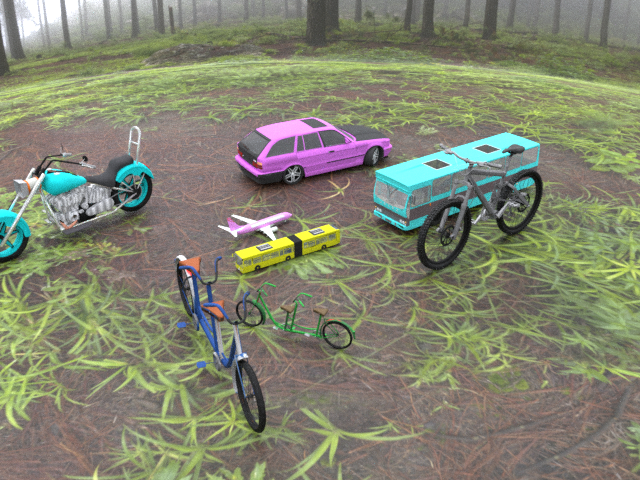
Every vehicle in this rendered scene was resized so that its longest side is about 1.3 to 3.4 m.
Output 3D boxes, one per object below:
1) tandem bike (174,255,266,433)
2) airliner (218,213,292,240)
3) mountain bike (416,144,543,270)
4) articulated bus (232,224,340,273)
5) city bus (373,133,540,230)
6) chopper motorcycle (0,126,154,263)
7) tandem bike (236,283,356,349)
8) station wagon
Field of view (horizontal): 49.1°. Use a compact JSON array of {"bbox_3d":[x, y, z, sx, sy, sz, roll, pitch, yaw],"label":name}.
[{"bbox_3d":[-1.240,0.871,8.096,0.550,1.326,3.192,-13,30,-22],"label":"tandem bike"},{"bbox_3d":[-0.970,-0.336,11.339,1.307,0.429,1.161,-22,35,-35],"label":"airliner"},{"bbox_3d":[2.491,-0.609,10.509,2.857,1.688,1.114,-21,34,-34],"label":"mountain bike"},{"bbox_3d":[-0.477,0.118,10.630,1.749,0.289,0.311,-17,32,-29],"label":"articulated bus"},{"bbox_3d":[2.421,-1.031,12.158,3.255,0.894,0.926,-19,33,-32],"label":"city bus"},{"bbox_3d":[-3.975,-0.761,11.020,0.906,1.480,3.040,24,36,38],"label":"chopper motorcycle"},{"bbox_3d":[-0.329,0.931,8.672,1.642,0.682,0.283,11,30,20],"label":"tandem bike"},{"bbox_3d":[-0.066,-1.872,13.721,3.105,0.920,1.327,-15,31,-26],"label":"station wagon"}]
